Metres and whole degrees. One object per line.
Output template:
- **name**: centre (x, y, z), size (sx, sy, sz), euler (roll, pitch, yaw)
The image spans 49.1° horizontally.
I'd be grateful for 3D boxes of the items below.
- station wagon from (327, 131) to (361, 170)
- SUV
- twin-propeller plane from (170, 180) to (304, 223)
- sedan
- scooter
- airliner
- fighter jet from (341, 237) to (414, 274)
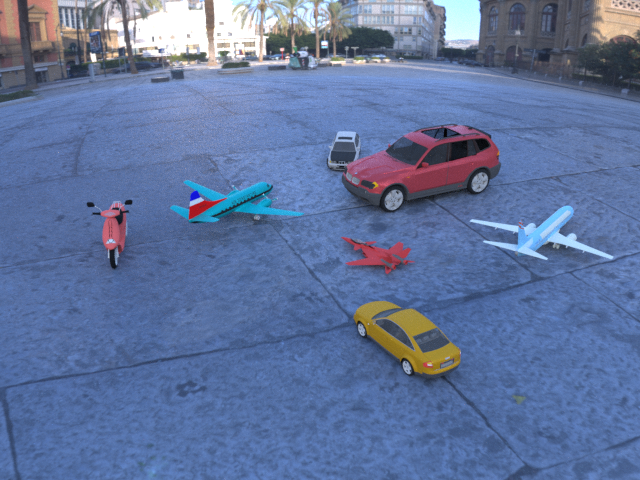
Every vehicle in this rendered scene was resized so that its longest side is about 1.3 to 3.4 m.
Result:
- **station wagon**: centre (0.524, -1.906, 14.712), size (0.682, 0.473, 1.597), euler (3, 26, 6)
- **SUV**: centre (1.895, -1.411, 12.921), size (3.058, 1.128, 1.276), euler (-13, 28, -24)
- **twin-propeller plane**: centre (-1.476, -0.727, 11.885), size (2.663, 0.792, 2.129), euler (17, 30, 31)
- **sedan**: centre (1.011, 1.101, 8.430), size (0.635, 0.483, 1.613), euler (-15, 29, -28)
- **scooter**: centre (-3.145, -0.233, 10.707), size (0.662, 0.919, 1.399), euler (-4, 26, -8)
- **airliner**: centre (3.535, -0.296, 10.935), size (2.257, 0.835, 2.541), euler (18, 31, 33)
- **fighter jet**: centre (0.772, 0.101, 10.742), size (1.147, 0.286, 1.358), euler (-20, 32, -35)
